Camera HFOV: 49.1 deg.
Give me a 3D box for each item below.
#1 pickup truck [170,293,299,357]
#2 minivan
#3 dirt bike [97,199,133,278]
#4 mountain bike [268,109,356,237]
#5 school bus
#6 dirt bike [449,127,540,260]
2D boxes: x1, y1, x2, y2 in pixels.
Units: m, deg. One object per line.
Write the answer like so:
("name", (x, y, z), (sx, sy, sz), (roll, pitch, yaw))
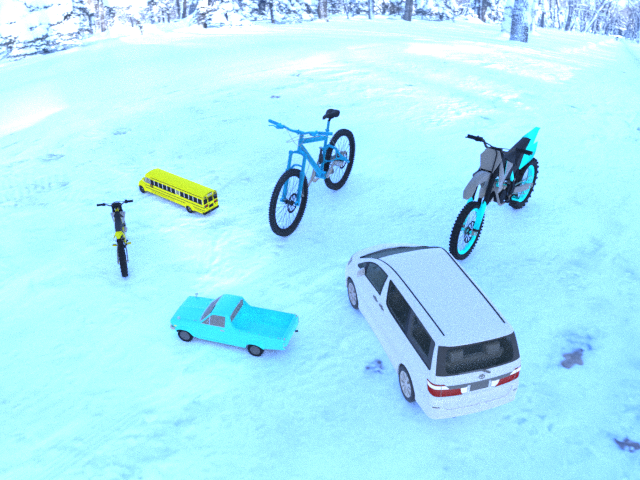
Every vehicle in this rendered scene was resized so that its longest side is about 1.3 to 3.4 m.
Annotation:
("pickup truck", (-1.095, 1.024, 8.919), (1.603, 0.511, 0.640), (9, 33, 14))
("minivan", (1.255, 0.806, 8.619), (1.324, 1.197, 3.011), (-9, 33, -15))
("dirt bike", (-2.986, -0.117, 10.426), (0.527, 0.857, 1.493), (-8, 33, -13))
("mountain bike", (-0.074, -1.255, 11.467), (1.114, 1.688, 2.857), (16, 35, 23))
("school bus", (-2.479, -0.861, 12.022), (1.708, 0.434, 0.365), (22, 38, 31))
("dirt bike", (2.803, -0.857, 10.849), (1.024, 1.666, 2.903), (22, 38, 31))
